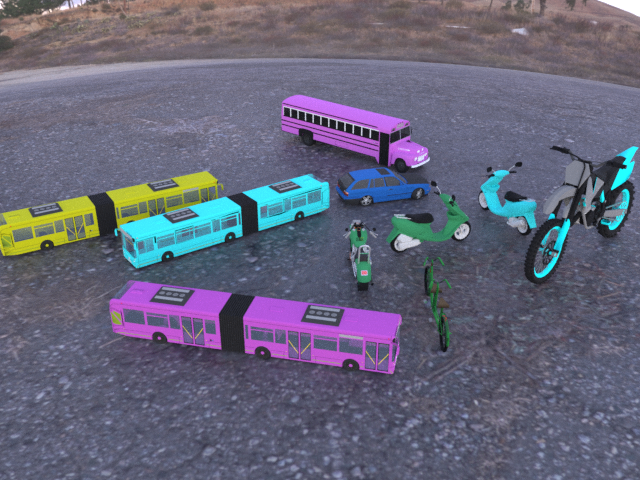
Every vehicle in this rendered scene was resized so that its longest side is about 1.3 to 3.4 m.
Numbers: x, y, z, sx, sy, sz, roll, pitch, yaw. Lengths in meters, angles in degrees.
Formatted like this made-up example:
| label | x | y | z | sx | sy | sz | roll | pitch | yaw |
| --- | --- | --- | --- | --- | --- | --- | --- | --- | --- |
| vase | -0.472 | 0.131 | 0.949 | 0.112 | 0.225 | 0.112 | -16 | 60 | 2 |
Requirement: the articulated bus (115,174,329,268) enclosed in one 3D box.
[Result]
| label | x | y | z | sx | sy | sz | roll | pitch | yaw |
| --- | --- | --- | --- | --- | --- | --- | --- | --- | --- |
| articulated bus | -1.353 | -0.344 | 10.641 | 3.401 | 0.561 | 0.605 | -18 | 33 | -32 |

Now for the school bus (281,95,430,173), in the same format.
| label | x | y | z | sx | sy | sz | roll | pitch | yaw |
| --- | --- | --- | --- | --- | --- | --- | --- | --- | --- |
| school bus | 0.655 | -2.137 | 13.806 | 3.322 | 0.844 | 0.709 | 22 | 34 | 35 |

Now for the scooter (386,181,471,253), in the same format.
| label | x | y | z | sx | sy | sz | roll | pitch | yaw |
| --- | --- | --- | --- | --- | --- | --- | --- | --- | --- |
| scooter | 1.618 | -0.309 | 10.183 | 1.399 | 0.919 | 0.662 | -10 | 29 | -19 |

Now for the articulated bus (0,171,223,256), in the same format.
| label | x | y | z | sx | sy | sz | roll | pitch | yaw |
| --- | --- | --- | --- | --- | --- | --- | --- | --- | --- |
| articulated bus | -3.175 | -0.447 | 10.841 | 3.401 | 0.561 | 0.605 | -16 | 31 | -27 |

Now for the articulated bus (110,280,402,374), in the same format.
| label | x | y | z | sx | sy | sz | roll | pitch | yaw |
| --- | --- | --- | --- | --- | --- | --- | --- | --- | --- |
| articulated bus | -0.754 | 0.984 | 8.069 | 3.401 | 0.561 | 0.605 | 6 | 28 | 12 |

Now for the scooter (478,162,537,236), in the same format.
| label | x | y | z | sx | sy | sz | roll | pitch | yaw |
| --- | --- | --- | --- | --- | --- | --- | --- | --- | --- |
| scooter | 2.925 | -0.693 | 10.928 | 0.662 | 0.919 | 1.399 | -11 | 29 | -20 |

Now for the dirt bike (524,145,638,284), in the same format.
| label | x | y | z | sx | sy | sz | roll | pitch | yaw |
| --- | --- | --- | --- | --- | --- | --- | --- | --- | --- |
| dirt bike | 3.728 | -0.484 | 9.708 | 2.903 | 1.666 | 1.024 | -24 | 36 | -38 |

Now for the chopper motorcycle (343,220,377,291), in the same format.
| label | x | y | z | sx | sy | sz | roll | pitch | yaw |
| --- | --- | --- | --- | --- | --- | --- | --- | --- | --- |
| chopper motorcycle | 0.537 | 0.081 | 9.599 | 0.466 | 0.761 | 1.563 | -1 | 27 | -2 |

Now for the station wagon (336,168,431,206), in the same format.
| label | x | y | z | sx | sy | sz | roll | pitch | yaw |
| --- | --- | --- | --- | --- | --- | --- | --- | --- | --- |
| station wagon | 1.094 | -0.956 | 11.922 | 1.597 | 0.473 | 0.682 | -8 | 28 | -15 |

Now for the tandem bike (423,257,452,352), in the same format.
| label | x | y | z | sx | sy | sz | roll | pitch | yaw |
| --- | --- | --- | --- | --- | --- | --- | --- | --- | --- |
| tandem bike | 1.411 | 0.696 | 8.495 | 0.283 | 0.682 | 1.642 | 0 | 27 | -1 |
